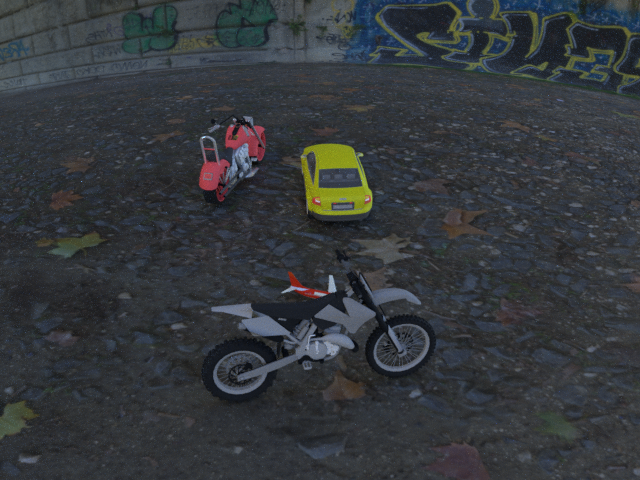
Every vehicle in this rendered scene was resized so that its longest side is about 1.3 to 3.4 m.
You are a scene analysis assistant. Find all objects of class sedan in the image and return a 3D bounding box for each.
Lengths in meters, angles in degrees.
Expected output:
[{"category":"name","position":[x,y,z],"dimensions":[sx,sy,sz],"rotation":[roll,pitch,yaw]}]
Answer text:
[{"category":"sedan","position":[0.271,-1.295,13.434],"dimensions":[1.235,0.940,3.137],"rotation":[-2,29,-4]}]

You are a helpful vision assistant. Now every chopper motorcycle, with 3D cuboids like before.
[{"category":"chopper motorcycle","position":[-1.653,-1.810,13.813],"dimensions":[0.906,1.480,3.040],"rotation":[7,29,12]}]

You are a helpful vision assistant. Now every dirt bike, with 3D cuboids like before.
[{"category":"dirt bike","position":[0.026,1.095,8.302],"dimensions":[2.903,1.666,1.024],"rotation":[-6,29,-11]}]

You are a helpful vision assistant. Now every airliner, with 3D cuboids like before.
[{"category":"airliner","position":[0.128,0.748,10.227],"dimensions":[1.307,0.429,1.161],"rotation":[9,30,16]}]
